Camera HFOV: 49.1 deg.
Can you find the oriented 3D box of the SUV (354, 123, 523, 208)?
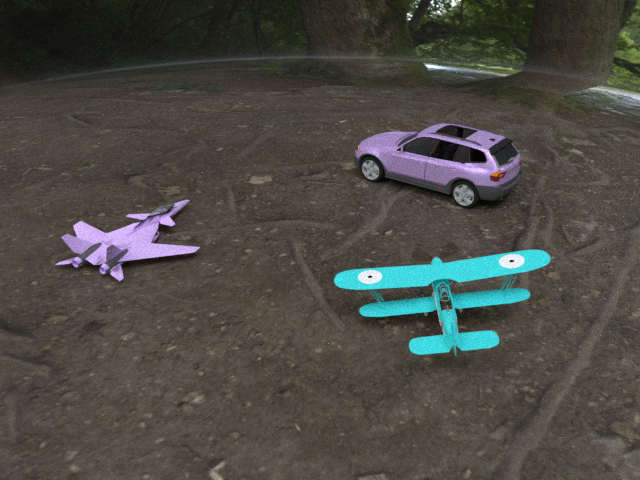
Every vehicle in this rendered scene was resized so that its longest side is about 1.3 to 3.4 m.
[{"bbox_3d":[2.079,-1.511,12.572,3.058,1.128,1.276,19,33,32],"label":"SUV"}]

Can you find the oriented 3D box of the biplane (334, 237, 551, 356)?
[{"bbox_3d":[1.461,0.750,8.441,2.598,0.981,2.120,1,28,2],"label":"biplane"}]

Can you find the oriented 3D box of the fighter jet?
[{"bbox_3d":[-2.757,-0.267,10.825,2.229,0.557,2.640,11,30,20],"label":"fighter jet"}]
